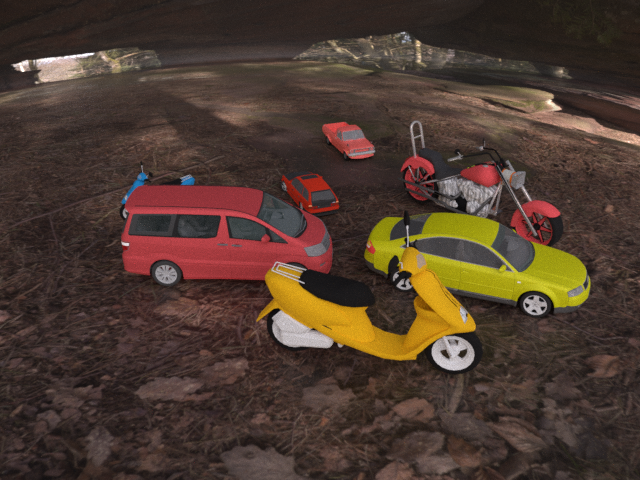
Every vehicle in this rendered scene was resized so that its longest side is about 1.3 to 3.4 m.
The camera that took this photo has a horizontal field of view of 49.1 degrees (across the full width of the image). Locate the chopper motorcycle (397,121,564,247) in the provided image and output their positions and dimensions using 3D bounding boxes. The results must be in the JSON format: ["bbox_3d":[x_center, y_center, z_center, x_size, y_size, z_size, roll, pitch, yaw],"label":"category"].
[{"bbox_3d":[2.573,-0.920,11.429,0.906,1.480,3.040,-25,37,-38],"label":"chopper motorcycle"}]

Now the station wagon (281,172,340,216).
[{"bbox_3d":[-0.202,-0.923,12.494,0.682,0.473,1.597,-10,30,-18],"label":"station wagon"}]

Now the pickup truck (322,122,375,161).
[{"bbox_3d":[0.582,-2.151,14.734,0.640,0.511,1.603,-10,30,-18],"label":"pickup truck"}]

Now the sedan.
[{"bbox_3d":[2.192,0.222,9.880,3.137,0.940,1.235,10,30,18],"label":"sedan"}]

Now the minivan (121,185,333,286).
[{"bbox_3d":[-1.320,-0.103,10.211,3.011,1.197,1.324,1,28,2],"label":"minivan"}]

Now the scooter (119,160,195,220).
[{"bbox_3d":[-2.742,-0.850,11.889,1.399,0.919,0.662,-14,31,-24],"label":"scooter"}]

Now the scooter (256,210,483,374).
[{"bbox_3d":[0.565,0.681,8.135,2.721,1.786,1.288,6,29,12],"label":"scooter"}]
